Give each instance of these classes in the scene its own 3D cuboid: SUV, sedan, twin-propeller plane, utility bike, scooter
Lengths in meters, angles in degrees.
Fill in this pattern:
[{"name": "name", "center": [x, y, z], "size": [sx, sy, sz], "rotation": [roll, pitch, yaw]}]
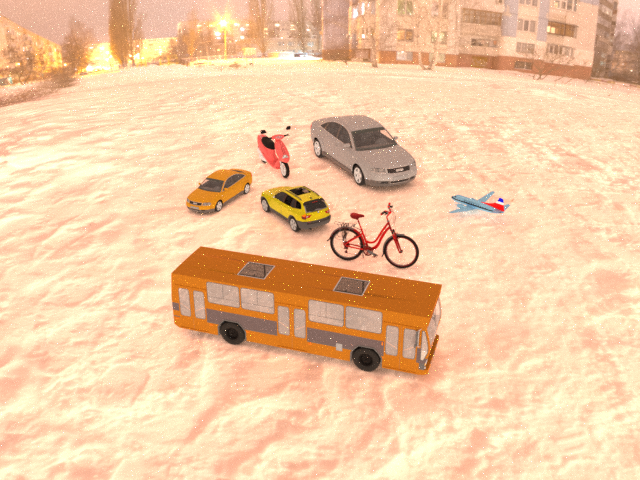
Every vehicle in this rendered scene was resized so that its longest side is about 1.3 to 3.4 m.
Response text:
[{"name": "SUV", "center": [-0.438, -0.646, 12.051], "size": [0.656, 0.580, 1.572], "rotation": [-16, 30, -30]}, {"name": "sedan", "center": [-1.832, -0.966, 12.814], "size": [0.635, 0.483, 1.613], "rotation": [12, 29, 23]}, {"name": "twin-propeller plane", "center": [2.764, -0.673, 12.303], "size": [1.370, 0.407, 1.095], "rotation": [-24, 35, -39]}, {"name": "sedan", "center": [0.841, -1.958, 14.315], "size": [1.235, 0.940, 3.137], "rotation": [-12, 29, -23]}, {"name": "utility bike", "center": [0.801, -0.093, 10.511], "size": [1.435, 0.946, 0.535], "rotation": [8, 27, 16]}, {"name": "scooter", "center": [-0.950, -1.863, 14.146], "size": [0.662, 0.919, 1.399], "rotation": [-14, 29, -25]}]

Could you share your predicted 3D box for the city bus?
[{"name": "city bus", "center": [-0.190, 0.861, 8.628], "size": [3.255, 0.894, 0.926], "rotation": [8, 27, 17]}]
